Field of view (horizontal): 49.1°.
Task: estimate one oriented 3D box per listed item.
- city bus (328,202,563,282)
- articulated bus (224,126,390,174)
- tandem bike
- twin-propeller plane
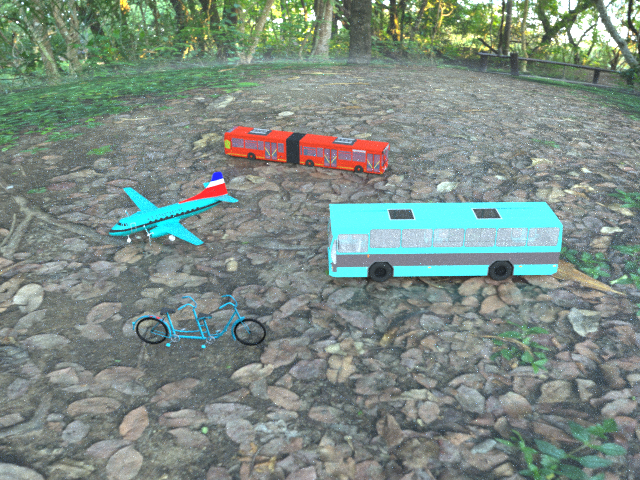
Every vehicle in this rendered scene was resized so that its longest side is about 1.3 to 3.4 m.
[{"bbox_3d":[1.747,0.025,10.162,3.255,0.894,0.926,-1,27,-1],"label":"city bus"},{"bbox_3d":[-0.285,-1.822,14.089,3.401,0.561,0.605,9,29,16],"label":"articulated bus"},{"bbox_3d":[-1.478,0.996,8.517,1.642,0.682,0.283,1,27,2],"label":"tandem bike"},{"bbox_3d":[-2.420,-0.527,11.338,2.129,0.792,2.663,-19,33,-33],"label":"twin-propeller plane"}]
